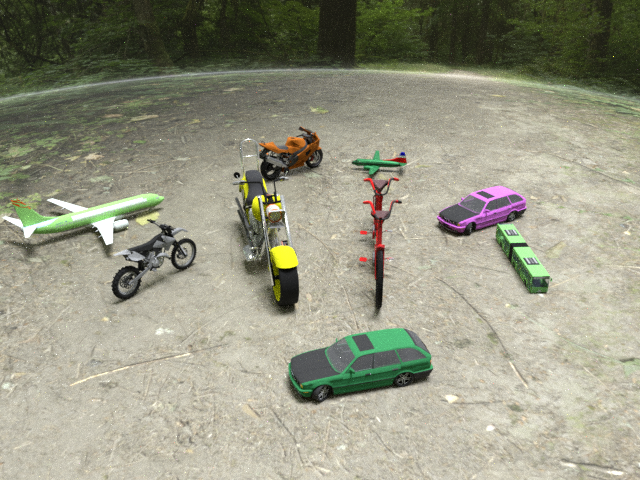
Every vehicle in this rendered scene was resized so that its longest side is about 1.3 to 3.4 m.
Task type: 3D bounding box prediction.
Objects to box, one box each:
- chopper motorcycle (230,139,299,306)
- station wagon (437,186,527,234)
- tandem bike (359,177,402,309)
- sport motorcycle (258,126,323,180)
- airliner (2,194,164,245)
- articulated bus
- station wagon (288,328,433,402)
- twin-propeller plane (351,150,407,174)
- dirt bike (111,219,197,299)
[{"bbox_3d":[-0.775,-0.335,10.075,0.906,1.480,3.040,-7,27,-13],"label":"chopper motorcycle"},{"bbox_3d":[2.687,-0.531,11.608,1.597,0.473,0.682,-16,30,-29],"label":"station wagon"},{"bbox_3d":[0.856,-0.260,10.097,0.550,1.326,3.192,2,26,3],"label":"tandem bike"},{"bbox_3d":[-0.544,-1.671,13.525,1.520,0.821,0.506,-20,32,-34],"label":"sport motorcycle"},{"bbox_3d":[-3.656,-0.567,11.272,2.541,0.835,2.257,-21,33,-36],"label":"airliner"},{"bbox_3d":[2.946,0.232,10.272,0.311,0.289,1.749,-1,26,-3],"label":"articulated bus"},{"bbox_3d":[0.440,1.341,7.817,1.597,0.473,0.682,-7,27,-14],"label":"station wagon"},{"bbox_3d":[1.161,-1.560,13.766,1.095,0.407,1.370,4,27,9],"label":"twin-propeller plane"},{"bbox_3d":[-2.284,0.212,9.671,0.527,0.857,1.493,19,32,33],"label":"dirt bike"}]
